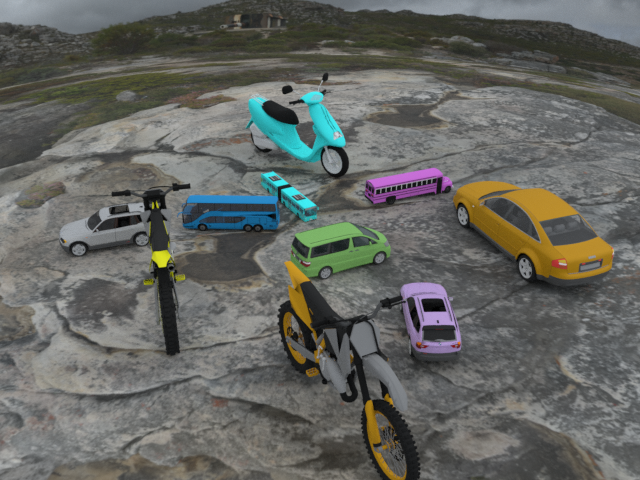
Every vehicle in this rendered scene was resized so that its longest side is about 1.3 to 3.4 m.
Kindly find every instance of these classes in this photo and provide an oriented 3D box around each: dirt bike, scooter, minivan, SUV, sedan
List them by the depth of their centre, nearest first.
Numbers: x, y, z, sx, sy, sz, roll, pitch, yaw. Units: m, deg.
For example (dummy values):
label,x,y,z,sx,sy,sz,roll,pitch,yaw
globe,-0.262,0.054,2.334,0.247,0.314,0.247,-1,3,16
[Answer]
label,x,y,z,sx,sy,sz,roll,pitch,yaw
dirt bike,0.223,1.254,7.434,1.024,1.666,2.903,-14,32,-24
SUV,1.421,0.966,9.070,0.656,0.580,1.572,-1,29,-1
dirt bike,-2.143,0.181,9.364,1.024,1.666,2.903,-7,30,-13
minivan,0.336,0.094,10.601,1.548,0.616,0.681,-14,32,-24
sedan,3.237,-0.318,11.009,1.235,0.940,3.137,-10,31,-18
SUV,-3.364,-0.213,11.190,1.572,0.580,0.656,-10,30,-17
scooter,-0.492,-2.346,13.786,2.721,1.786,1.288,23,36,35

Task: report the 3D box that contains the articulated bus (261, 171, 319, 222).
label,x,y,z,sx,sy,sz,roll,pitch,yaw
articulated bus,-0.577,-0.801,12.549,0.311,0.289,1.749,-15,33,-26

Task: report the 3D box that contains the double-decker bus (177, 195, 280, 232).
label,x,y,z,sx,sy,sz,roll,pitch,yaw
double-decker bus,-1.511,-0.453,11.662,1.672,0.541,0.389,1,29,2

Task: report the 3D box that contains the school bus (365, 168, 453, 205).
label,x,y,z,sx,sy,sz,roll,pitch,yaw
school bus,1.649,-0.991,12.740,1.708,0.434,0.365,-12,31,-21
